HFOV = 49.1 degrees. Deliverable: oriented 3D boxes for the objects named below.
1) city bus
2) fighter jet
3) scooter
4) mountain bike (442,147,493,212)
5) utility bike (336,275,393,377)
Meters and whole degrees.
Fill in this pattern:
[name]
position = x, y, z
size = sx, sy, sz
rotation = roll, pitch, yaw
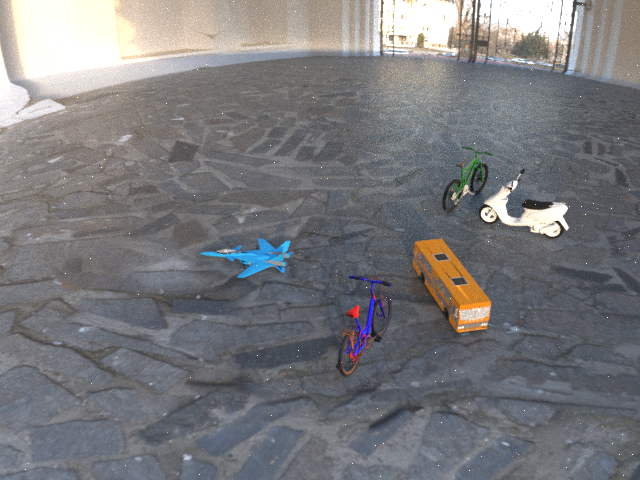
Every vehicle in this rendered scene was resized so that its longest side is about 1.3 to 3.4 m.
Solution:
[city bus]
position = 1.708, 0.584, 9.295
size = 0.476, 0.460, 1.674
rotation = -6, 29, -11
[fighter jet]
position = -1.113, 0.181, 10.211
size = 1.358, 0.286, 1.147
rotation = 5, 29, 9
[scooter]
position = 3.182, -0.549, 10.886
size = 1.399, 0.919, 0.662
rotation = 15, 32, 26
[mountain bike]
position = 2.487, -1.033, 11.823
size = 0.573, 0.868, 1.469
rotation = 22, 36, 34
[utility bike]
position = 0.492, 0.927, 8.162
size = 0.535, 0.946, 1.435
rotation = 15, 32, 25
